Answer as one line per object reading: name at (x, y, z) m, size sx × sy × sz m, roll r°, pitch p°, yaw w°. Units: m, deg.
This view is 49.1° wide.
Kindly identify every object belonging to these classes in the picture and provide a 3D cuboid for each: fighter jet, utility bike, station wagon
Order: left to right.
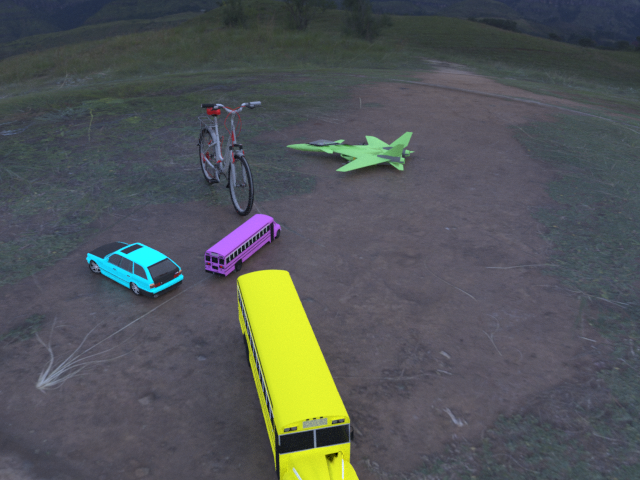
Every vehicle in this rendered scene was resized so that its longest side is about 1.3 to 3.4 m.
station wagon at (-2.666, 0.320, 9.937) m, size 1.597 × 0.473 × 0.682 m, roll 20°, pitch 33°, yaw 34°
utility bike at (-1.625, -1.637, 12.311) m, size 1.039 × 1.839 × 2.791 m, roll -13°, pitch 29°, yaw -24°
fighter jet at (0.544, -1.946, 14.353) m, size 2.640 × 0.557 × 2.229 m, roll 8°, pitch 28°, yaw 16°

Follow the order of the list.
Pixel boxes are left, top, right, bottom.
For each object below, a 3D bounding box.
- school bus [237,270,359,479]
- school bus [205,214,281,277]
school bus at (-0.308, 1.450, 7.277) m, size 0.709 × 0.844 × 3.322 m, roll -6°, pitch 27°, yaw -12°
school bus at (-1.117, 0.028, 10.563) m, size 0.365 × 0.434 × 1.708 m, roll 12°, pitch 29°, yaw 23°
